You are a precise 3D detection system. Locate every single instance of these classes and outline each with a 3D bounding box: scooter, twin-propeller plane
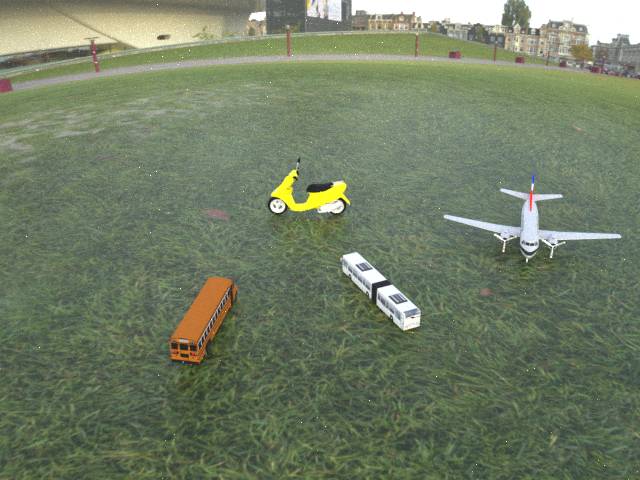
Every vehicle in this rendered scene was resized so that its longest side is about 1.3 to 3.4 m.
[{"bbox_3d":[-0.194,-0.848,11.817,1.399,0.919,0.662,0,28,1],"label":"scooter"},{"bbox_3d":[3.310,-0.354,11.008,2.663,0.792,2.129,7,28,13],"label":"twin-propeller plane"}]

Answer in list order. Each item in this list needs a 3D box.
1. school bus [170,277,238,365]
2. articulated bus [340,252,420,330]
[{"bbox_3d":[-1.431,0.947,8.900,0.365,0.434,1.708,5,28,9],"label":"school bus"},{"bbox_3d":[0.801,0.668,9.591,0.311,0.289,1.749,-12,30,-22],"label":"articulated bus"}]
